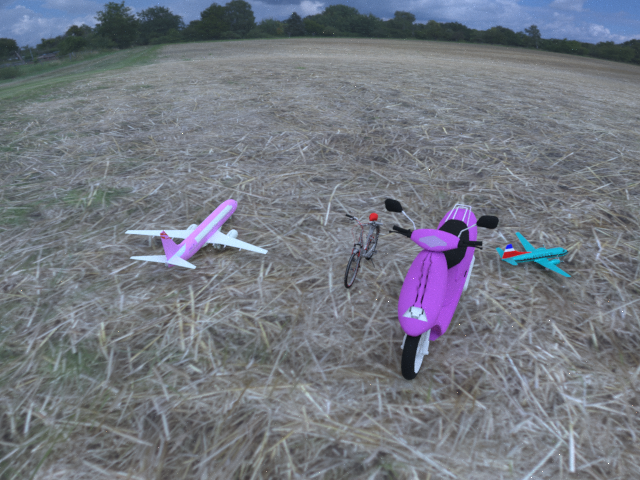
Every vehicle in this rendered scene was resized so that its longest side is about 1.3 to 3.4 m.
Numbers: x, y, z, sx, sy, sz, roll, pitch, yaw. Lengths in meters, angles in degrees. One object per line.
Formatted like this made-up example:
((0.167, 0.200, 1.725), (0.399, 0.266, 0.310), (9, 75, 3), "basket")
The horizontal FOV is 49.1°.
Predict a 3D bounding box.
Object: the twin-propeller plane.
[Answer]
((3.103, 0.179, 10.058), (1.095, 0.407, 1.370), (-8, 29, -14), "twin-propeller plane")

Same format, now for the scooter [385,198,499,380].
((1.445, 0.290, 8.386), (1.288, 1.786, 2.721), (11, 30, 20), "scooter")

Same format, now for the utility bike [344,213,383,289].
((0.659, 0.036, 9.755), (0.535, 0.946, 1.435), (11, 30, 19), "utility bike")

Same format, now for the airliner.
((-1.759, -0.267, 10.439), (2.257, 0.835, 2.541), (8, 29, 14), "airliner")
